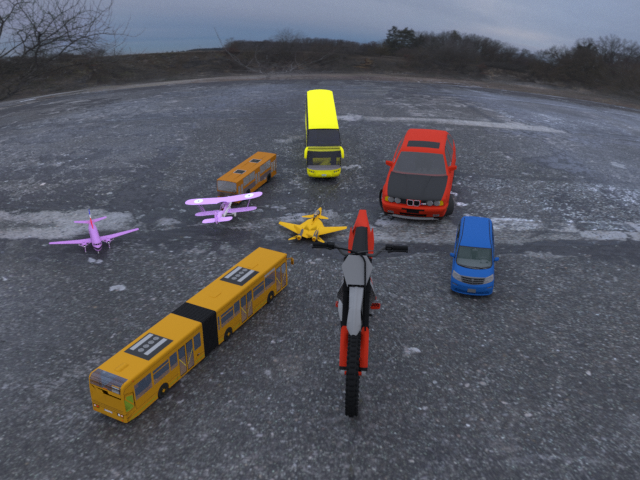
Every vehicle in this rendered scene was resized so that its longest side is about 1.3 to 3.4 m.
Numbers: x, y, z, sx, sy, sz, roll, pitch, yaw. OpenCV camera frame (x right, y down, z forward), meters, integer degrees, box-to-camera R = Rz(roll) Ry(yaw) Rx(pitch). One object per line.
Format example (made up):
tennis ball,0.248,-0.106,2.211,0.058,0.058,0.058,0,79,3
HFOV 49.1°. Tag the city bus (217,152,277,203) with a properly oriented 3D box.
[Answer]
city bus,-1.348,-1.177,13.195,0.476,0.460,1.674,10,28,20

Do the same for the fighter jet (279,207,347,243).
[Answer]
fighter jet,-0.103,-0.356,11.724,1.147,0.286,1.358,5,27,9

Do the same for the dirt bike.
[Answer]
dirt bike,0.456,0.643,8.131,1.024,1.666,2.903,2,26,5

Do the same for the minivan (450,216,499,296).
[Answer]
minivan,2.241,0.217,10.186,0.681,0.616,1.548,6,27,11

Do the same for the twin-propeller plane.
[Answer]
twin-propeller plane,-3.595,-0.130,11.128,1.370,0.407,1.095,-10,28,-20

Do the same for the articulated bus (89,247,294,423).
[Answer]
articulated bus,-1.424,1.013,8.629,0.605,0.561,3.401,13,29,25

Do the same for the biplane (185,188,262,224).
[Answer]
biplane,-1.651,-0.508,11.784,1.336,0.504,1.090,2,26,5

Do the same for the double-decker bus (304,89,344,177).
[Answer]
double-decker bus,0.035,-2.264,14.734,0.756,1.052,3.251,-1,26,-1

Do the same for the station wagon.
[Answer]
station wagon,1.882,-1.322,12.967,1.327,0.920,3.105,6,27,11
